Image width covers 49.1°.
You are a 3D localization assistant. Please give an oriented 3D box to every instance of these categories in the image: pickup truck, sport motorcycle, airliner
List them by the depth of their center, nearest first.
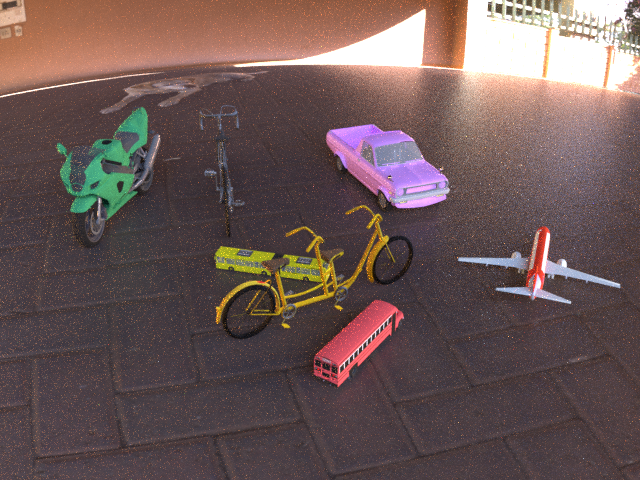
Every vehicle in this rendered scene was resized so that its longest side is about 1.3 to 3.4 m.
[{"bbox_3d":[3.226,0.172,10.264,2.257,0.835,2.541,10,30,17],"label":"airliner"},{"bbox_3d":[-3.501,-1.126,11.873,0.983,1.596,2.955,4,29,8],"label":"sport motorcycle"},{"bbox_3d":[1.201,-1.543,13.283,1.244,0.993,3.117,-11,30,-20],"label":"pickup truck"}]

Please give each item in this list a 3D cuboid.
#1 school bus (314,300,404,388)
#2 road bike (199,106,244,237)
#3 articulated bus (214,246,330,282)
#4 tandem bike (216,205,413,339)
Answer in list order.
[{"bbox_3d":[0.534,1.216,8.749,0.365,0.434,1.708,17,33,29],"label":"school bus"},{"bbox_3d":[-1.678,-1.275,12.086,0.696,1.656,3.004,-4,29,-8],"label":"road bike"},{"bbox_3d":[-0.725,0.363,10.486,1.749,0.289,0.311,7,29,13],"label":"articulated bus"},{"bbox_3d":[0.036,0.376,9.369,3.192,1.326,0.550,-18,33,-29],"label":"tandem bike"}]
